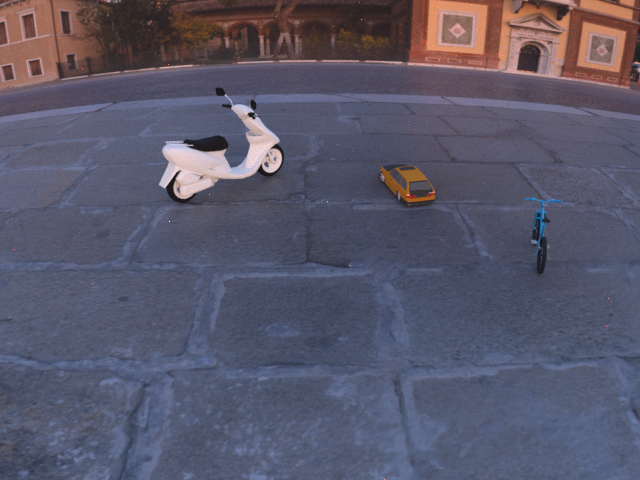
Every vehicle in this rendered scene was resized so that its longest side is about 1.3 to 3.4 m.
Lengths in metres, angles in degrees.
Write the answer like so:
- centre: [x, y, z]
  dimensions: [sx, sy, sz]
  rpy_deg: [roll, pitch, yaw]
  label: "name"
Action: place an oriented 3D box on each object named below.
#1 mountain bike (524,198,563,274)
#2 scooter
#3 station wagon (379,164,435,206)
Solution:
- centre: [3.412, -0.118, 10.811]
  dimensions: [0.573, 0.868, 1.469]
  rpy_deg: [5, 28, 10]
  label: "mountain bike"
- centre: [-1.773, -1.774, 12.977]
  dimensions: [2.721, 1.786, 1.288]
  rpy_deg: [-21, 34, -35]
  label: "scooter"
- centre: [1.621, -1.144, 13.190]
  dimensions: [0.682, 0.473, 1.597]
  rpy_deg: [-7, 28, -13]
  label: "station wagon"
